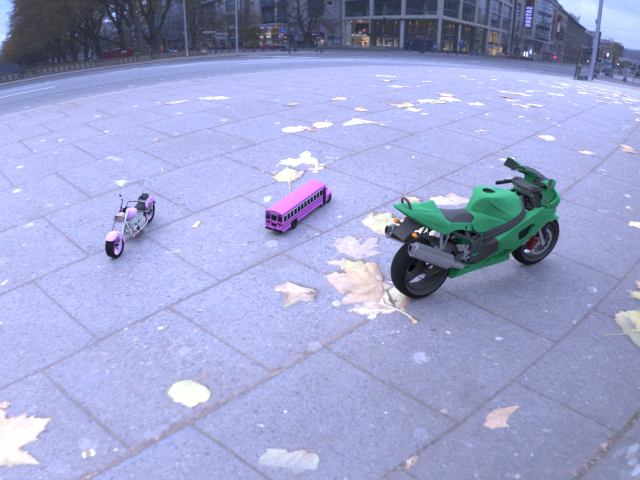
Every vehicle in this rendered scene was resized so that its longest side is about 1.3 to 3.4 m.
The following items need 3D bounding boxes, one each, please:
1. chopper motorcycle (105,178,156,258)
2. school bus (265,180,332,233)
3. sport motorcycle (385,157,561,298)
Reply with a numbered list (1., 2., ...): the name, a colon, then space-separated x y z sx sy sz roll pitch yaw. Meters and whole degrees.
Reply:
1. chopper motorcycle: -3.010 -0.365 11.112 0.466 0.761 1.563 6 29 11
2. school bus: -0.322 -0.614 11.922 0.365 0.434 1.708 15 32 26
3. sport motorcycle: 2.249 -0.139 9.805 2.955 1.596 0.983 -13 31 -23
